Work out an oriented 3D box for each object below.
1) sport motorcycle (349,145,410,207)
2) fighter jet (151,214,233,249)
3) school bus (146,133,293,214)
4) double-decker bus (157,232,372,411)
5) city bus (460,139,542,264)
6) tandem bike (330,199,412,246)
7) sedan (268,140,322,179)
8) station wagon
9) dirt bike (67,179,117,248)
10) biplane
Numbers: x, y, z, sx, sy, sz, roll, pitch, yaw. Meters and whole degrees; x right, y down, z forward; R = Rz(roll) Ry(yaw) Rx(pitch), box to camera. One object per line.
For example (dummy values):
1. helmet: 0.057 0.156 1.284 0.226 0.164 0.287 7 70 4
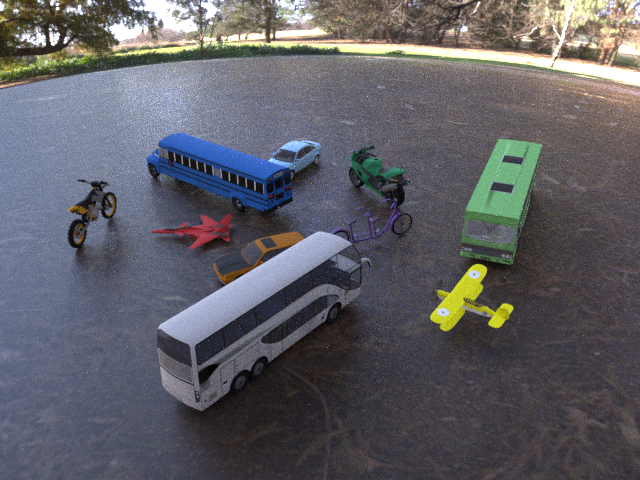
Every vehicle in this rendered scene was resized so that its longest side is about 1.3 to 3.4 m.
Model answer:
1. sport motorcycle: 1.022 -1.166 12.684 0.506 0.821 1.520 -20 35 -31
2. fighter jet: -2.126 -0.204 11.501 1.358 0.286 1.147 0 29 1
3. school bus: -1.969 -1.291 12.885 3.322 0.844 0.709 21 35 33
4. double-decker bus: -0.588 0.865 8.787 0.756 1.052 3.251 21 35 33
5. city bus: 3.101 -0.711 11.788 0.926 0.894 3.255 11 31 19
6. tandem bike: 0.800 -0.236 11.150 1.642 0.682 0.283 -15 32 -25
7. sedan: -0.552 -1.627 13.863 0.635 0.483 1.613 17 33 27
8. station wagon: -0.799 0.250 10.490 1.597 0.473 0.682 -13 31 -22
9. dirt bike: -3.746 -0.516 11.476 0.527 0.857 1.493 7 30 12
10. biplane: 1.995 0.876 9.330 1.090 0.504 1.336 20 35 31
